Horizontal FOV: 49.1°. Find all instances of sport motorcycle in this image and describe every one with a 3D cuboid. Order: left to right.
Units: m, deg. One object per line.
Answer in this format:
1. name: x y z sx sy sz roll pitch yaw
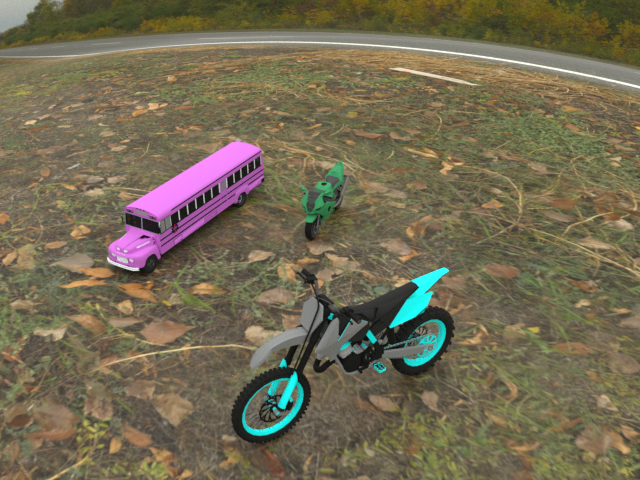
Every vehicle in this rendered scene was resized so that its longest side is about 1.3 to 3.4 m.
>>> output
1. sport motorcycle: 0.076 -0.644 11.265 0.506 0.821 1.520 11 33 18

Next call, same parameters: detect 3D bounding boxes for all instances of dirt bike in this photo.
1. dirt bike: 0.354 1.135 7.510 2.903 1.666 1.024 -18 36 -27

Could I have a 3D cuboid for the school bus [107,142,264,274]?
1. school bus: -2.065 -0.590 11.153 0.709 0.844 3.322 16 35 24
